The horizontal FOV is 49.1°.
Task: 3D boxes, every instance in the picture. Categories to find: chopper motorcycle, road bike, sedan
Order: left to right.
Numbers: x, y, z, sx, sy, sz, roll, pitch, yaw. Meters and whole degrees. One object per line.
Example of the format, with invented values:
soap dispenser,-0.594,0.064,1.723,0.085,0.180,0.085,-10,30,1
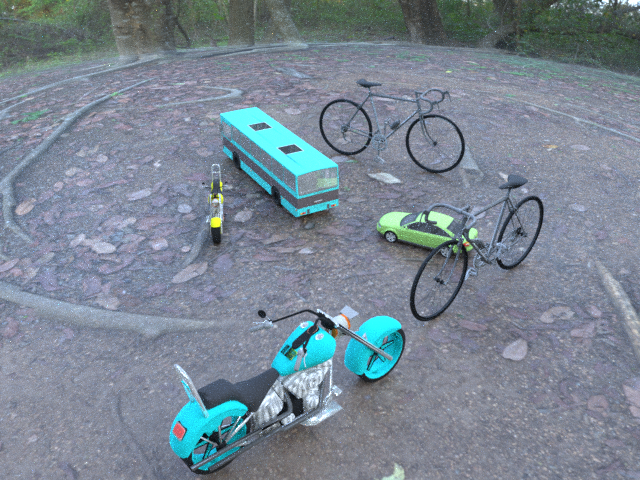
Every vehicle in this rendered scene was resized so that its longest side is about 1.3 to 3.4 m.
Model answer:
chopper motorcycle,-1.700,-0.606,11.456,0.466,0.761,1.563,-3,31,-5
chopper motorcycle,-0.216,1.350,7.420,3.040,1.480,0.906,-23,37,-33
road bike,1.321,-2.217,13.312,3.004,1.656,0.697,15,33,23
sedan,1.669,-0.178,11.001,1.613,0.483,0.635,16,34,25
road bike,2.239,0.005,9.534,3.004,1.656,0.697,-25,39,-36

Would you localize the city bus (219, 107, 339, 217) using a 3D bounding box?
city bus,-0.820,-1.459,12.774,0.926,0.894,3.255,-16,34,-25
